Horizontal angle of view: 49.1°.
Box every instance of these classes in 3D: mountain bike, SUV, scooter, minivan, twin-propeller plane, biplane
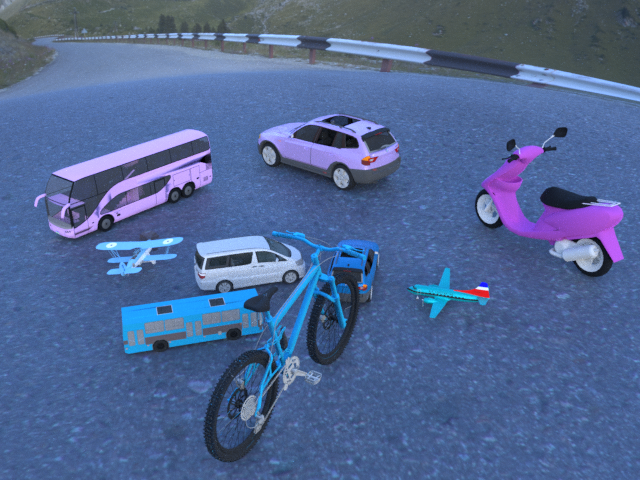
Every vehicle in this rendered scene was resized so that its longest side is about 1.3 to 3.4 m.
[{"bbox_3d":[-0.277,0.975,7.233,1.114,1.688,2.857,15,30,27],"label":"mountain bike"},{"bbox_3d":[0.126,-1.879,13.645,3.058,1.128,1.276,21,33,37],"label":"SUV"},{"bbox_3d":[3.356,-0.642,10.396,1.288,1.786,2.721,-16,31,-30],"label":"scooter"},{"bbox_3d":[0.466,0.337,9.775,0.656,0.580,1.572,4,27,9],"label":"SUV"},{"bbox_3d":[-0.975,0.294,9.822,1.548,0.616,0.681,-8,27,-16],"label":"minivan"},{"bbox_3d":[1.696,0.671,9.295,1.095,0.407,1.370,8,27,16],"label":"twin-propeller plane"},{"bbox_3d":[-2.644,0.246,10.045,1.336,0.504,1.090,4,27,9],"label":"biplane"}]

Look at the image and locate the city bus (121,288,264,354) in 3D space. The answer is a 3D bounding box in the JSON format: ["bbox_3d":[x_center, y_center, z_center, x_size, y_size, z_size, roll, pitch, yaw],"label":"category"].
[{"bbox_3d":[-1.553,1.002,8.565,1.674,0.460,0.476,-7,27,-15],"label":"city bus"}]

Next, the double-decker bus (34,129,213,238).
[{"bbox_3d":[-3.200,-0.995,11.940,0.756,1.052,3.251,19,32,33],"label":"double-decker bus"}]
